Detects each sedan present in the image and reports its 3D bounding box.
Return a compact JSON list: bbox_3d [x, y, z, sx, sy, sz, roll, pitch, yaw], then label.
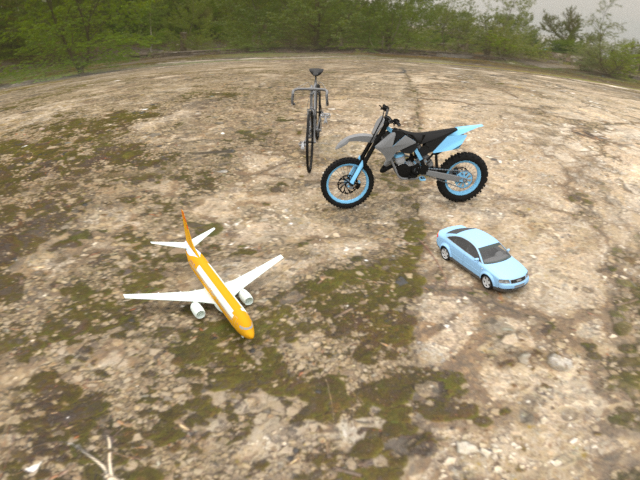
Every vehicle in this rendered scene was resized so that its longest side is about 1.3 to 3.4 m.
[{"bbox_3d":[2.311,0.199,10.014,0.635,0.483,1.613,-14,31,-25],"label":"sedan"}]

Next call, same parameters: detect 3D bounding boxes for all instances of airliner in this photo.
[{"bbox_3d":[-1.399,0.433,9.194,2.257,0.835,2.541,-14,31,-25],"label":"airliner"}]

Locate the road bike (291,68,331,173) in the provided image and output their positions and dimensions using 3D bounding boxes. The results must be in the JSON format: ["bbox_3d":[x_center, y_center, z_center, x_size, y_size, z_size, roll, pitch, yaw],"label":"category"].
[{"bbox_3d":[-0.119,-2.487,13.842,0.696,1.656,3.004,2,28,4],"label":"road bike"}]

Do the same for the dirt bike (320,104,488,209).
[{"bbox_3d":[1.445,-1.335,11.650,2.903,1.666,1.024,-4,28,-8],"label":"dirt bike"}]
